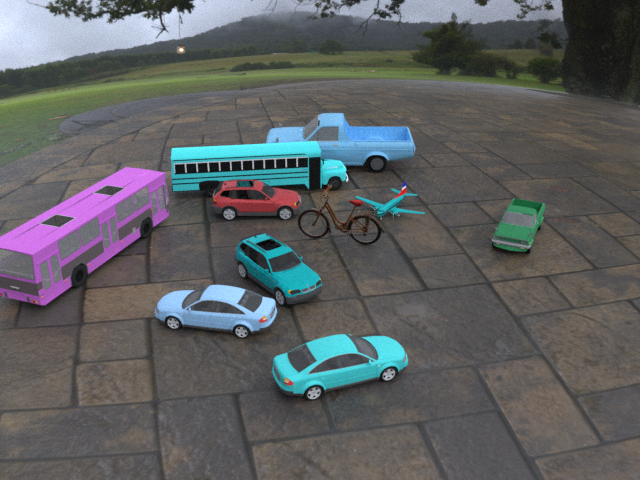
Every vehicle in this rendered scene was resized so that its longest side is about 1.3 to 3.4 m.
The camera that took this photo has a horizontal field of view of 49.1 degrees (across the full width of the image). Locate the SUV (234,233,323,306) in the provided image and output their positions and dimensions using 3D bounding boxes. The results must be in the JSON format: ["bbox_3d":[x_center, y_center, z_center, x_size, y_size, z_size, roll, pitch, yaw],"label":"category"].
[{"bbox_3d":[-0.618,0.378,9.994,0.656,0.580,1.572,-19,32,-33],"label":"SUV"}]

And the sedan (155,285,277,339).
[{"bbox_3d":[-1.368,0.868,9.107,1.613,0.483,0.635,5,27,11],"label":"sedan"}]

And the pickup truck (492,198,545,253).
[{"bbox_3d":[3.278,-0.305,11.467,0.640,0.511,1.603,11,28,22],"label":"pickup truck"}]

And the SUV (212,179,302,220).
[{"bbox_3d":[-1.110,-0.729,12.252,1.572,0.580,0.656,0,26,-1],"label":"SUV"}]

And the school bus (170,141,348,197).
[{"bbox_3d":[-1.124,-1.366,13.251,3.322,0.844,0.709,-4,26,-8],"label":"school bus"}]

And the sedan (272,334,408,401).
[{"bbox_3d":[0.249,1.377,8.068,1.613,0.483,0.635,-10,28,-19],"label":"sedan"}]

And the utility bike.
[{"bbox_3d":[0.316,-0.366,11.097,1.435,0.946,0.535,7,27,14],"label":"utility bike"}]

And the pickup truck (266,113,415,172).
[{"bbox_3d":[0.391,-2.059,14.495,3.117,0.993,1.244,0,26,1],"label":"pickup truck"}]

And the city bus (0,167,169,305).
[{"bbox_3d":[-3.510,-0.132,10.677,0.926,0.894,3.255,9,28,18],"label":"city bus"}]

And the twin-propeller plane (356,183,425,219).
[{"bbox_3d":[1.273,-0.680,12.349,1.370,0.407,1.095,16,30,29],"label":"twin-propeller plane"}]
